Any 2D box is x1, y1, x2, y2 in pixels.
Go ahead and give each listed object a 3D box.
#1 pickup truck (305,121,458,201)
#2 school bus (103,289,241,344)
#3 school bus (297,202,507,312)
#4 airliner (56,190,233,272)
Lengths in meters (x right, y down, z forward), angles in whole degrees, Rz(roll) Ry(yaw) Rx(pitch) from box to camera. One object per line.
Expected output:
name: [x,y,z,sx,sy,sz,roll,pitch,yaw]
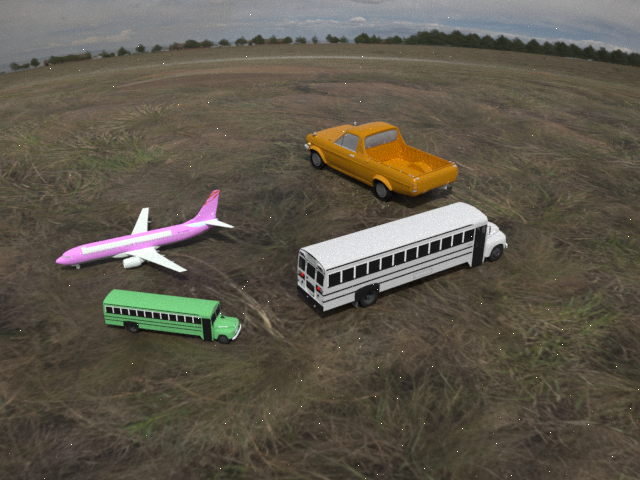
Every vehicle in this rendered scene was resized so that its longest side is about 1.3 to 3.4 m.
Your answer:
pickup truck: [1.051,-1.580,12.916,1.244,0.993,3.117,-20,34,-33]
school bus: [-1.839,0.946,8.746,1.708,0.434,0.365,6,28,10]
school bus: [1.270,0.159,9.794,3.322,0.844,0.709,-16,32,-28]
airliner: [-2.633,-0.151,10.388,2.541,0.835,2.257,-13,30,-22]
